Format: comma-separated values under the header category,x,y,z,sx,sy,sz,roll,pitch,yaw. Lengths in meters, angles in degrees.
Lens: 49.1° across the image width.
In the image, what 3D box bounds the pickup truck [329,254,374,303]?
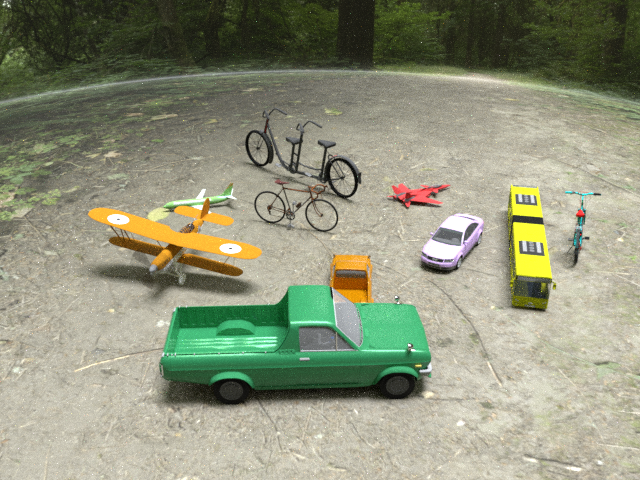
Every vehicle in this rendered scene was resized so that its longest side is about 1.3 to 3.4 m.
category,x,y,z,sx,sy,sz,roll,pitch,yaw
pickup truck,0.429,0.604,9.793,0.640,0.511,1.603,2,27,3

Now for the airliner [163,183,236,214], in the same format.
category,x,y,z,sx,sy,sz,roll,pitch,yaw
airliner,-2.178,-0.772,12.618,1.307,0.429,1.161,-7,27,-13

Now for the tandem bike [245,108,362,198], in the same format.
category,x,y,z,sx,sy,sz,roll,pitch,yaw
tandem bike,-0.410,-1.748,13.562,3.192,1.326,0.550,23,35,38

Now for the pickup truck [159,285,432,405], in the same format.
category,x,y,z,sx,sy,sz,roll,pitch,yaw
pickup truck,-0.266,1.136,8.198,3.117,0.993,1.244,-1,27,-2

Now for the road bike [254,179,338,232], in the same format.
category,x,y,z,sx,sy,sz,roll,pitch,yaw
road bike,-0.417,-0.600,11.806,1.545,0.852,0.358,10,28,19

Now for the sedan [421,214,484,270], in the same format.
category,x,y,z,sx,sy,sz,roll,pitch,yaw
sedan,2.112,-0.032,11.088,0.635,0.483,1.613,15,30,27

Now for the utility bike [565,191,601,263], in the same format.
category,x,y,z,sx,sy,sz,roll,pitch,yaw
utility bike,4.068,-0.272,11.049,0.535,0.946,1.435,10,28,20

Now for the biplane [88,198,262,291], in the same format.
category,x,y,z,sx,sy,sz,roll,pitch,yaw
biplane,-2.018,0.006,10.458,2.598,0.981,2.120,6,27,12

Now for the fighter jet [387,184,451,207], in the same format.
category,x,y,z,sx,sy,sz,roll,pitch,yaw
fighter jet,1.970,-0.963,13.158,1.358,0.286,1.147,-17,32,-31

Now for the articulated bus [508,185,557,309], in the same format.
category,x,y,z,sx,sy,sz,roll,pitch,yaw
articulated bus,3.230,-0.008,10.953,0.605,0.561,3.401,6,27,11
